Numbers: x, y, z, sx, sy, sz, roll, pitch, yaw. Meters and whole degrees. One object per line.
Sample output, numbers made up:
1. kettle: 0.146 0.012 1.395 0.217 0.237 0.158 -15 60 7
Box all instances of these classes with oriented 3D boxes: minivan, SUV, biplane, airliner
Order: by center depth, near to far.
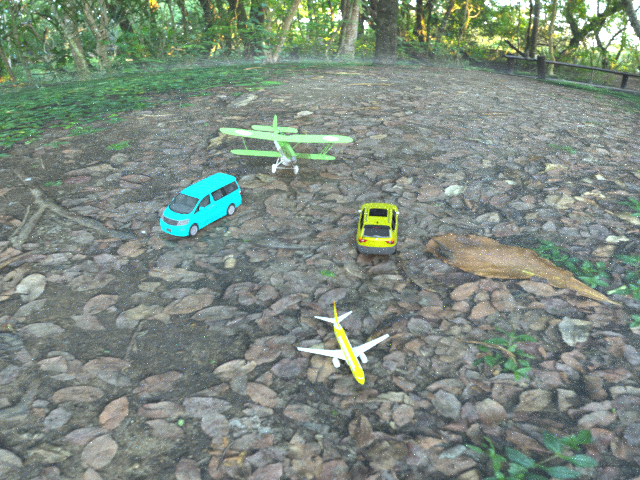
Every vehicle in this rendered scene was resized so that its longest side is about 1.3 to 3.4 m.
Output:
1. airliner: 0.328 1.234 8.450 1.161 0.429 1.307 -7 28 -13
2. SUV: 0.928 -0.270 11.169 0.656 0.580 1.572 3 28 6
3. minivan: -2.002 -0.599 11.763 0.681 0.616 1.548 17 32 29
4. biplane: -0.696 -1.919 13.898 2.598 0.981 2.120 -7 28 -13
